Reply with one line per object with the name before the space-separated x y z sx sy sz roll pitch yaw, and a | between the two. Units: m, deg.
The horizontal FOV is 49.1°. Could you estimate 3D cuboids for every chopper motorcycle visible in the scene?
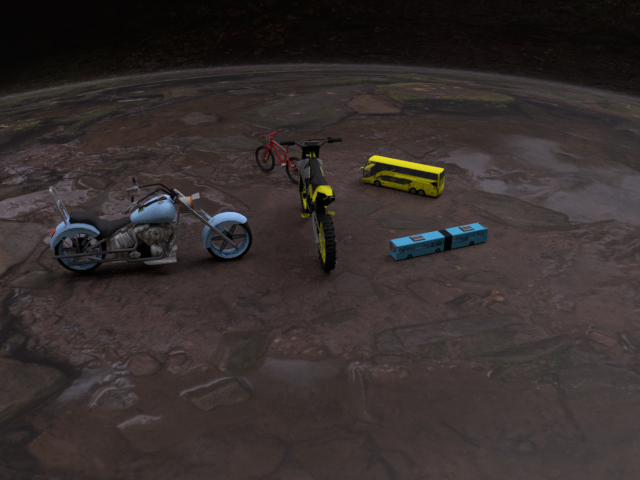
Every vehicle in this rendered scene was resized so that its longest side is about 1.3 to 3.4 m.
chopper motorcycle | -2.577 -0.249 10.743 3.040 1.480 0.906 -6 29 -11

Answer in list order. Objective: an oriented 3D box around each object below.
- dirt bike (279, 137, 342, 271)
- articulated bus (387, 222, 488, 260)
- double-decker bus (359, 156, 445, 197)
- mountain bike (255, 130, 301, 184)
dirt bike | -0.090 -0.762 11.512 1.024 1.666 2.903 -5 28 -9
articulated bus | 1.957 0.015 11.517 1.749 0.289 0.311 -11 30 -20
double-decker bus | 1.593 -1.256 13.645 1.672 0.541 0.389 15 31 25
mountain bike | -0.801 -1.663 14.065 1.469 0.868 0.573 24 36 38
